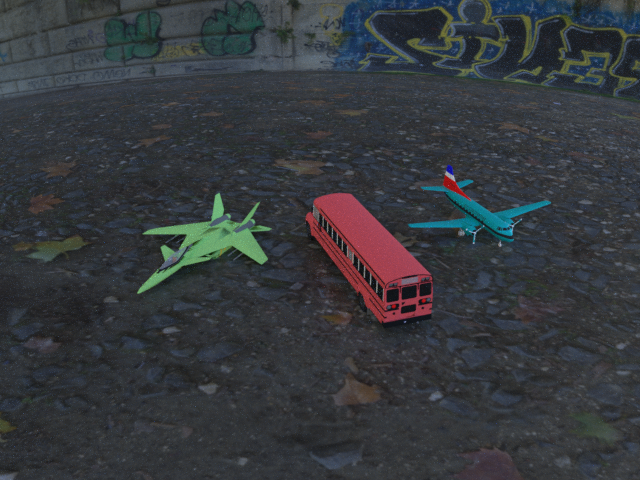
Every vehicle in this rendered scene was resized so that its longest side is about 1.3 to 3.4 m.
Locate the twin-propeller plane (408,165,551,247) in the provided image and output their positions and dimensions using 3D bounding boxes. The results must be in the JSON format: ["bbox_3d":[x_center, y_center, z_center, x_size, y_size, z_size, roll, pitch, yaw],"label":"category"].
[{"bbox_3d":[2.564,-0.564,11.525,2.663,0.792,2.129,-10,28,-19],"label":"twin-propeller plane"}]

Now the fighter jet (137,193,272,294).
[{"bbox_3d":[-1.895,0.054,10.551,2.229,0.557,2.640,13,29,24],"label":"fighter jet"}]

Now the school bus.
[{"bbox_3d":[0.567,0.126,10.085,0.709,0.844,3.322,-9,28,-17],"label":"school bus"}]
